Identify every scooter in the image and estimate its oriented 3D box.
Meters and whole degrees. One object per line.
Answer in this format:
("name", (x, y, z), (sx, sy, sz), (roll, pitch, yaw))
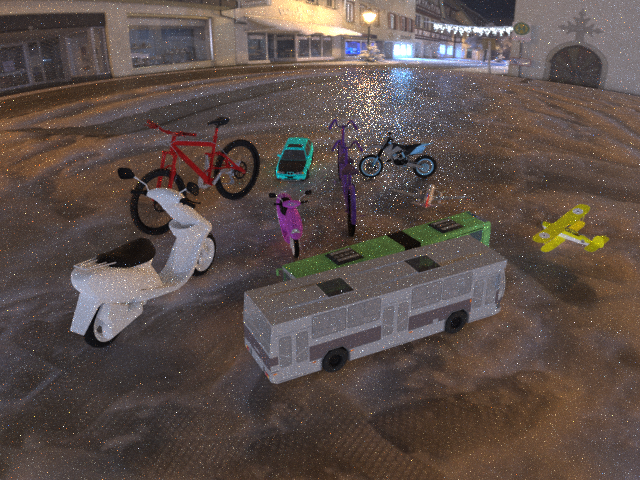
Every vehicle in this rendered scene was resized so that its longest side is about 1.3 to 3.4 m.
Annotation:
("scooter", (-0.480, -0.393, 10.872), (0.662, 0.919, 1.399), (-5, 28, -11))
("scooter", (-2.184, 0.107, 8.943), (1.288, 1.786, 2.721), (13, 30, 24))

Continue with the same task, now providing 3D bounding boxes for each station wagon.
("station wagon", (-0.488, -1.623, 13.761), (0.682, 0.473, 1.597), (2, 27, 5))

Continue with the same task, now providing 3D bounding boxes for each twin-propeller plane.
("twin-propeller plane", (1.911, -0.810, 12.246), (1.370, 0.407, 1.095), (6, 28, 12))

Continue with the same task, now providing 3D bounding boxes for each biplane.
("biplane", (3.822, -0.077, 10.709), (1.336, 0.504, 1.090), (-21, 34, -35))

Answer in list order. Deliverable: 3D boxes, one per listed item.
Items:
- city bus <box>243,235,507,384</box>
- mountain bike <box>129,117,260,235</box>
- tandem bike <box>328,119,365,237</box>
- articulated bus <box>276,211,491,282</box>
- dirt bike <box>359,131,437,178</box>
("city bus", (0.728, 0.810, 8.548), (3.255, 0.894, 0.926), (-13, 30, -24))
("mountain bike", (-2.006, -1.187, 11.579), (1.114, 1.688, 2.857), (20, 33, 33))
("tandem bike", (0.442, -1.197, 11.995), (0.550, 1.326, 3.192), (-1, 27, -2))
("articulated bus", (1.016, 0.252, 10.004), (3.401, 0.561, 0.605), (-16, 31, -28))
("dirt bike", (1.482, -1.567, 13.232), (1.493, 0.857, 0.527), (0, 27, -1))
